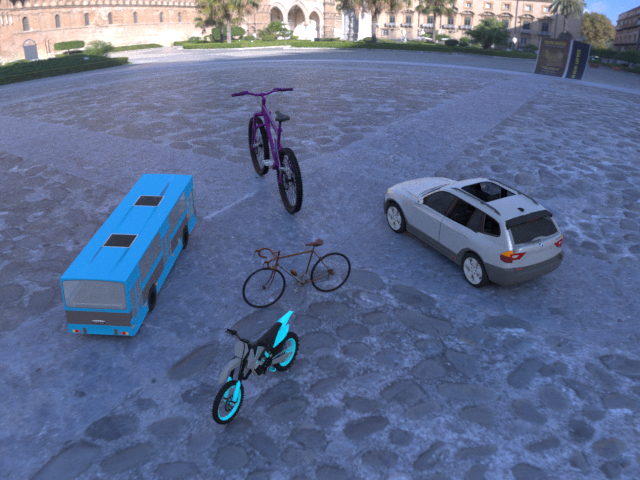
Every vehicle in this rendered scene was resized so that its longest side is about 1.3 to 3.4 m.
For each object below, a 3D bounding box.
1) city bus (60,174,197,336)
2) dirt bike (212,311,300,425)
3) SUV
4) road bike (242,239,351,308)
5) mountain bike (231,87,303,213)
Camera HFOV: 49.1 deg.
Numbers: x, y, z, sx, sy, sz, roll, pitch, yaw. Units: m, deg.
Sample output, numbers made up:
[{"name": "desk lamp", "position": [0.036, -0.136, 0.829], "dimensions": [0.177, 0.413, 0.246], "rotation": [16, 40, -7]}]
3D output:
[{"name": "city bus", "position": [-2.487, 0.112, 9.664], "dimensions": [0.926, 0.894, 3.255], "rotation": [2, 28, 4]}, {"name": "dirt bike", "position": [-0.657, 1.293, 7.449], "dimensions": [0.527, 0.857, 1.493], "rotation": [16, 32, 28]}, {"name": "SUV", "position": [2.167, -0.357, 10.309], "dimensions": [1.276, 1.128, 3.058], "rotation": [-14, 31, -26]}, {"name": "road bike", "position": [-0.286, 0.413, 9.136], "dimensions": [1.545, 0.852, 0.358], "rotation": [-12, 30, -22]}, {"name": "mountain bike", "position": [-0.818, -1.631, 12.139], "dimensions": [1.114, 1.688, 2.857], "rotation": [-10, 29, -18]}]
